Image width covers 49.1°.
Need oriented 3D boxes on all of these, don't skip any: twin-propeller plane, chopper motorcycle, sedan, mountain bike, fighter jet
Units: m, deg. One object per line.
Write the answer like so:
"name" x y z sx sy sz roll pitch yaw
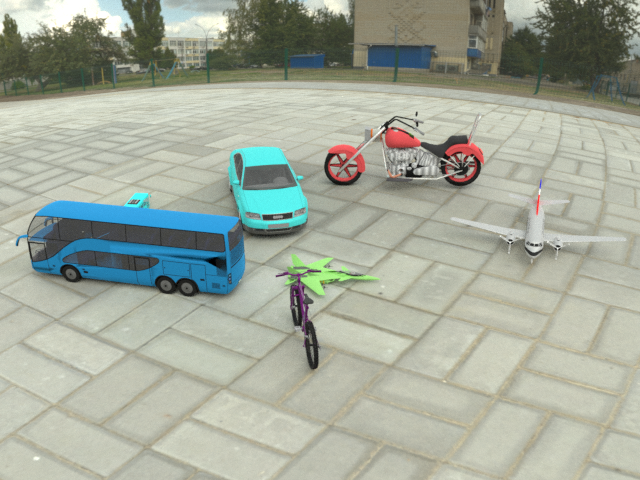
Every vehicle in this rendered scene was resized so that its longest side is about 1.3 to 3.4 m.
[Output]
"twin-propeller plane" 3.447 -0.310 11.149 2.663 0.792 2.129 8 26 16
"chopper motorcycle" 1.601 -1.732 13.344 3.040 1.480 0.906 2 25 5
"sedan" -0.979 -1.045 12.526 1.235 0.940 3.137 -5 26 -10
"mountain bike" -0.202 0.898 8.512 0.573 0.868 1.469 -6 26 -12
"fighter jet" 0.200 0.455 10.124 1.358 0.286 1.147 3 26 6

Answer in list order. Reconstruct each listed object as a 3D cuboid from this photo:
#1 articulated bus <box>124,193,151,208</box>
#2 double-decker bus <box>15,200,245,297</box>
"articulated bus" -3.270 -0.365 11.852 0.311 0.289 1.749 2 25 5
"double-decker bus" -2.688 0.089 10.004 3.251 1.052 0.756 6 26 12
